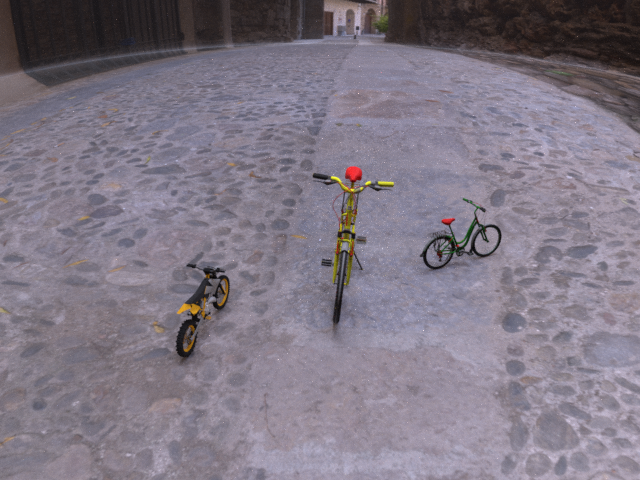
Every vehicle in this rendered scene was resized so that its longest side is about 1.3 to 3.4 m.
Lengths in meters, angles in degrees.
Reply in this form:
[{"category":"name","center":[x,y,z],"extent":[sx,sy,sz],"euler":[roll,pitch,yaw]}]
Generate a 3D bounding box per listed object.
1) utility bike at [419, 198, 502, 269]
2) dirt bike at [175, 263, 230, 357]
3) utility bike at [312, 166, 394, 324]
[{"category":"utility bike","center":[2.083,-0.100,10.352],"extent":[1.435,0.946,0.535],"euler":[-13,33,-20]},{"category":"dirt bike","center":[-1.489,0.787,8.922],"extent":[0.527,0.857,1.493],"euler":[9,31,15]},{"category":"utility bike","center":[0.454,-0.205,9.647],"extent":[1.039,1.839,2.791],"euler":[3,30,5]}]
